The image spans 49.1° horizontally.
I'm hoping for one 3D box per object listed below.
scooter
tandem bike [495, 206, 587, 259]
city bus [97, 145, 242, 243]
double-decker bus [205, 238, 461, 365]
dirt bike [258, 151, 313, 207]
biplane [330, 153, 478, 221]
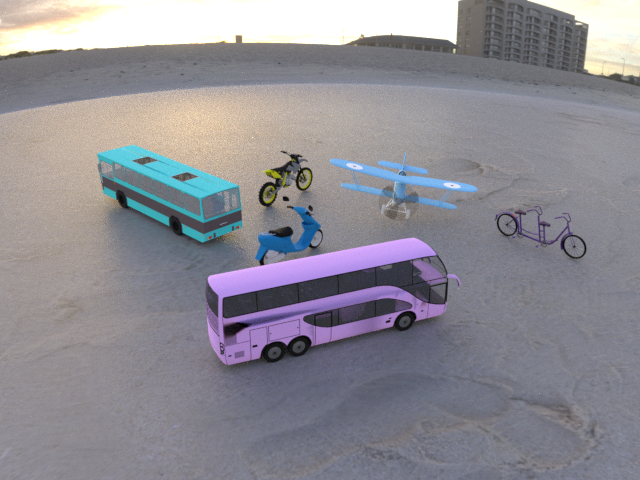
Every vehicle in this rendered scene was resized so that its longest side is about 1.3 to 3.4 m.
[{"bbox_3d":[-0.454,-0.133,10.836,0.662,0.919,1.399,23,33,40],"label":"scooter"},{"bbox_3d":[3.540,-0.208,11.279,0.283,0.682,1.642,-22,33,-39],"label":"tandem bike"},{"bbox_3d":[-2.725,-0.848,12.404,3.255,0.894,0.926,23,33,40],"label":"city bus"},{"bbox_3d":[0.196,0.720,8.841,3.251,1.052,0.756,-10,27,-21],"label":"double-decker bus"},{"bbox_3d":[-0.637,-1.191,13.188,0.527,0.857,1.493,19,31,35],"label":"dirt bike"},{"bbox_3d":[1.506,-1.015,12.662,2.598,0.981,2.120,4,25,8],"label":"biplane"}]
